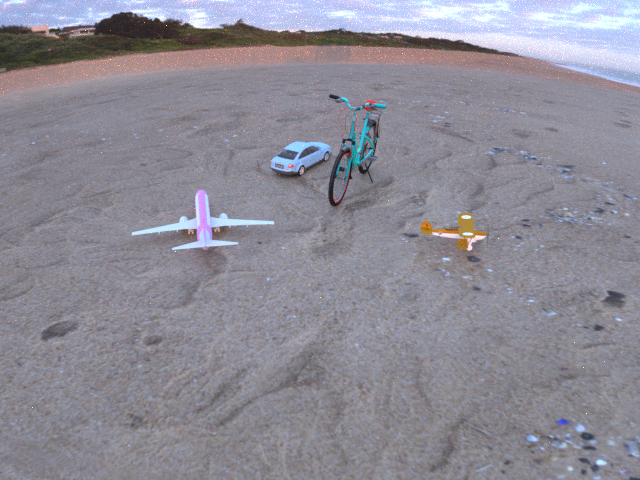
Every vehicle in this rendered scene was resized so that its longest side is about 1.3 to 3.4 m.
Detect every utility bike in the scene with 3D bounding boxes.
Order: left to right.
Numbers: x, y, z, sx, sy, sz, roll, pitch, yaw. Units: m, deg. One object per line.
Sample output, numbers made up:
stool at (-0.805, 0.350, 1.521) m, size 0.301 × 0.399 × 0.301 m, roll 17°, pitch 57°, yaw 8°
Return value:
utility bike at (0.768, -1.807, 12.836) m, size 1.039 × 1.839 × 2.791 m, roll 10°, pitch 29°, yaw 18°

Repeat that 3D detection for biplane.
biplane at (2.136, -0.123, 11.059) m, size 1.090 × 0.504 × 1.336 m, roll 5°, pitch 28°, yaw 9°

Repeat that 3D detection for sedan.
sedan at (-0.362, -1.731, 14.151) m, size 0.635 × 0.483 × 1.613 m, roll 17°, pitch 32°, yaw 29°

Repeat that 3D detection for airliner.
airliner at (-1.912, -0.486, 11.395) m, size 2.257 × 0.835 × 2.541 m, roll -5°, pitch 28°, yaw -9°
